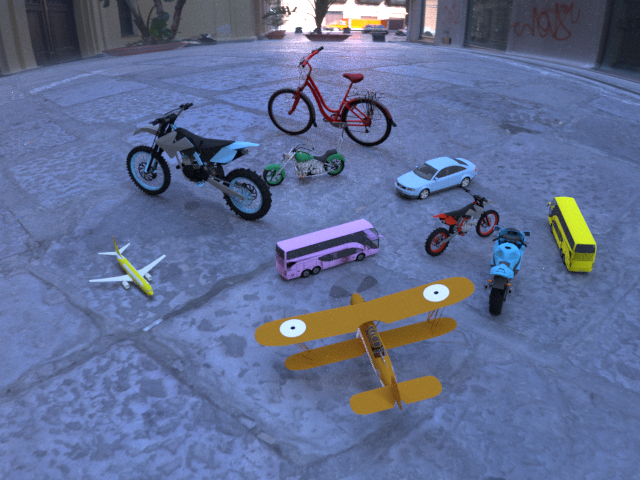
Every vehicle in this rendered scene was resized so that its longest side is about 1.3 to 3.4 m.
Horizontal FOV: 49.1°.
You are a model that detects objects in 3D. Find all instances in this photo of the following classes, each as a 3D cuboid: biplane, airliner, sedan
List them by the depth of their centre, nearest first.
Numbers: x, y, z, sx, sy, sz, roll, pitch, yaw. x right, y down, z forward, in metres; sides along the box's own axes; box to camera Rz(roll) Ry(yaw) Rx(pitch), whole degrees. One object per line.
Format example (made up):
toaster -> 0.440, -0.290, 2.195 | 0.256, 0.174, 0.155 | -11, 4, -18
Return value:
biplane -> 0.588, 1.216, 8.014 | 2.598, 0.981, 2.120 | -6, 31, -10
airliner -> -2.681, 0.380, 9.971 | 1.161, 0.429, 1.307 | -21, 36, -31
sedan -> 2.076, -1.165, 12.533 | 1.613, 0.483, 0.635 | -17, 35, -26

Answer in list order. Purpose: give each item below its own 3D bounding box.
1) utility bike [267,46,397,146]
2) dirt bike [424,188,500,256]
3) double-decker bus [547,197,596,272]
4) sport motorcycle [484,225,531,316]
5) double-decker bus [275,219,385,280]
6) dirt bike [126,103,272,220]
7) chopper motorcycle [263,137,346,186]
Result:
utility bike -> 0.173, -2.774, 13.922 | 2.791, 1.839, 1.039 | 11, 32, 18
dirt bike -> 2.199, -0.283, 10.672 | 1.493, 0.857, 0.527 | -18, 35, -28
double-decker bus -> 3.836, -0.133, 10.729 | 0.389, 0.541, 1.672 | 3, 31, 4
sport motorcycle -> 2.528, 0.380, 9.586 | 0.506, 0.821, 1.520 | 11, 32, 18
double-decker bus -> 0.149, 0.119, 10.302 | 1.672, 0.541, 0.389 | -16, 34, -25
dirt bike -> -2.093, -1.289, 11.579 | 2.903, 1.666, 1.024 | 14, 33, 23
chopper motorcycle -> -0.278, -1.428, 12.704 | 1.563, 0.761, 0.466 | -10, 32, -16
